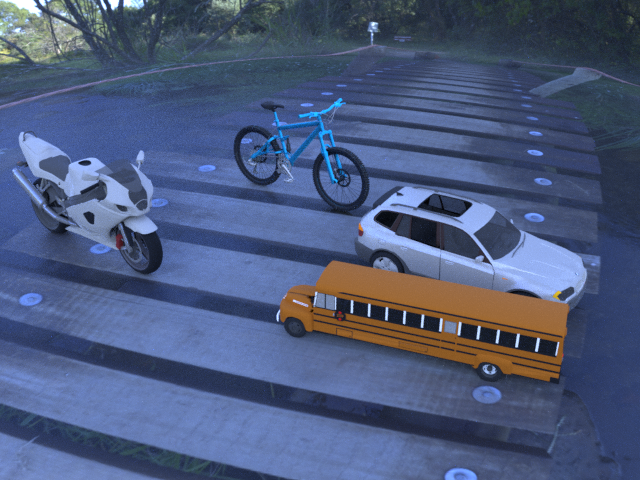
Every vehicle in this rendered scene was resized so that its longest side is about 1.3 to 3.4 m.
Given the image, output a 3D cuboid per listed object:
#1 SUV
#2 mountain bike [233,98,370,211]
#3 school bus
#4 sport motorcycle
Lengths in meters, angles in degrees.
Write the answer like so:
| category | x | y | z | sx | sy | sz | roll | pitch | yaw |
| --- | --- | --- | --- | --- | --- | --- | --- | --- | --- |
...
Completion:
| category | x | y | z | sx | sy | sz | roll | pitch | yaw |
| --- | --- | --- | --- | --- | --- | --- | --- | --- | --- |
| SUV | 1.947 | 0.105 | 9.249 | 3.058 | 1.128 | 1.276 | 17 | 32 | 28 |
| mountain bike | -0.384 | -1.492 | 11.660 | 2.857 | 1.688 | 1.114 | 19 | 34 | 32 |
| school bus | 1.092 | 0.888 | 8.077 | 3.322 | 0.844 | 0.709 | 10 | 30 | 18 |
| sport motorcycle | -3.312 | -0.568 | 10.017 | 2.955 | 1.596 | 0.983 | 20 | 34 | 33 |
